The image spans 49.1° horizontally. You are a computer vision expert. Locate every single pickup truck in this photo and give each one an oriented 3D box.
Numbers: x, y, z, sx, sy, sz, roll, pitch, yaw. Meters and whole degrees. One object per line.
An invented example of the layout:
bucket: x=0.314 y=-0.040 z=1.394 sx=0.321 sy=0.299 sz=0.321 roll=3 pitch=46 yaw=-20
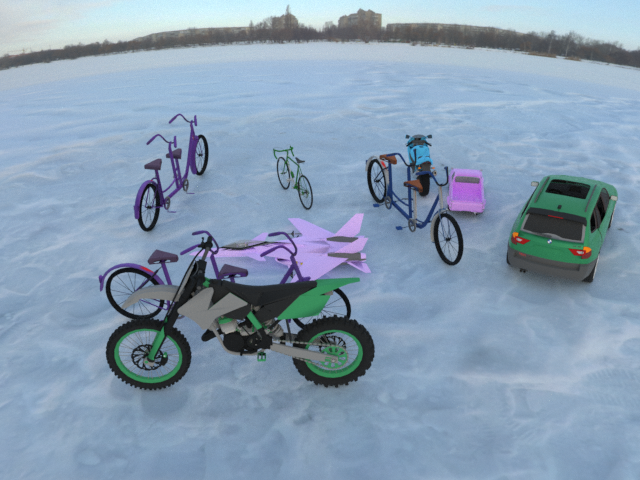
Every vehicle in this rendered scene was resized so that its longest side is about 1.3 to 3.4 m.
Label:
pickup truck: x=2.535 y=-0.904 z=12.117 sx=0.640 sy=0.511 sz=1.603 roll=5 pitch=28 yaw=9

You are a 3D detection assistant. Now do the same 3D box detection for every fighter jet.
fighter jet: x=-0.608 y=0.046 z=10.255 sx=2.640 sy=0.557 sz=2.229 roll=-1 pitch=28 yaw=-1

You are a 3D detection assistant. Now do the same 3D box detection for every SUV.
SUV: x=3.709 y=-0.410 z=10.510 sx=1.276 sy=1.128 sz=3.058 roll=13 pitch=30 yaw=24

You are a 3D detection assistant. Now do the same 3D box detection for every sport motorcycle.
sport motorcycle: x=1.824 y=-1.395 z=12.720 sx=0.506 sy=0.821 sz=1.520 roll=0 pitch=28 yaw=-1

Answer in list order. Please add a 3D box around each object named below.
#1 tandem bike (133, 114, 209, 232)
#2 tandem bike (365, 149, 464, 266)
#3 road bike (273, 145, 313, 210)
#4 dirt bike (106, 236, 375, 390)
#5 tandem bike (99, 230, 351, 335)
tandem bike: x=-2.490 y=-1.277 z=11.952 sx=0.550 sy=1.326 sz=3.192 roll=5 pitch=28 yaw=10
tandem bike: x=1.411 y=-0.768 z=10.981 sx=0.550 sy=1.326 sz=3.192 roll=-10 pitch=29 yaw=-19
road bike: x=-0.455 y=-1.115 z=12.153 sx=0.358 sy=0.852 sz=1.545 roll=-12 pitch=30 yaw=-22
dirt bike: x=-0.854 y=0.907 z=7.418 sx=2.903 sy=1.666 sz=1.024 roll=-1 pitch=28 yaw=-2
tandem bike: x=-1.201 y=0.513 z=8.537 sx=3.192 sy=1.326 sz=0.550 roll=4 pitch=28 yaw=7
